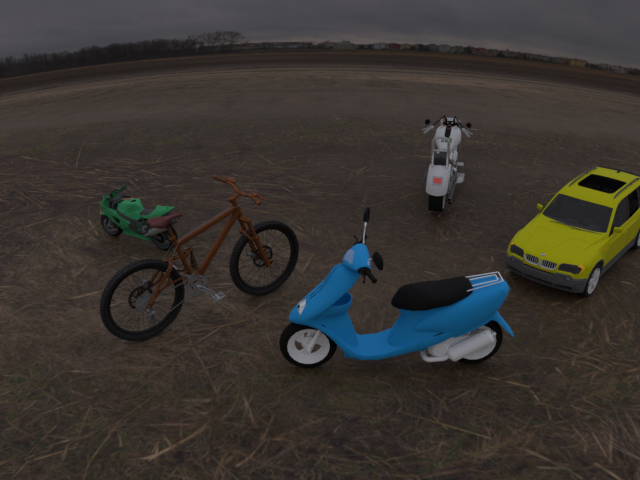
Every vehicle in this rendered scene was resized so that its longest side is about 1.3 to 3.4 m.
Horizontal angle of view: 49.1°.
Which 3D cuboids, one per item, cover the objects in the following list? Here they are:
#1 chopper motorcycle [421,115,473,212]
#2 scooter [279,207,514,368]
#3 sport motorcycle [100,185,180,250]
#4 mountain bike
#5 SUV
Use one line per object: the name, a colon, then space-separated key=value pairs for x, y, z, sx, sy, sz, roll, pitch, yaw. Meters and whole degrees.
chopper motorcycle: x=2.291 y=-1.601 z=12.691 sx=0.906 sy=1.480 sz=3.040 roll=7 pitch=28 yaw=13
scooter: x=0.886 y=0.681 z=7.922 sx=2.721 sy=1.786 sz=1.288 roll=-1 pitch=27 yaw=-2
sport motorcycle: x=-2.855 y=-0.327 z=10.934 sx=1.520 sy=0.821 sz=0.506 roll=13 pitch=30 yaw=24
mountain bike: x=-1.449 y=0.231 z=8.903 sx=2.857 sy=1.688 sz=1.114 roll=-19 pitch=33 yaw=-32
SUV: x=3.957 y=-0.245 z=10.440 sx=1.276 sy=1.128 sz=3.058 roll=22 pitch=34 yaw=36
